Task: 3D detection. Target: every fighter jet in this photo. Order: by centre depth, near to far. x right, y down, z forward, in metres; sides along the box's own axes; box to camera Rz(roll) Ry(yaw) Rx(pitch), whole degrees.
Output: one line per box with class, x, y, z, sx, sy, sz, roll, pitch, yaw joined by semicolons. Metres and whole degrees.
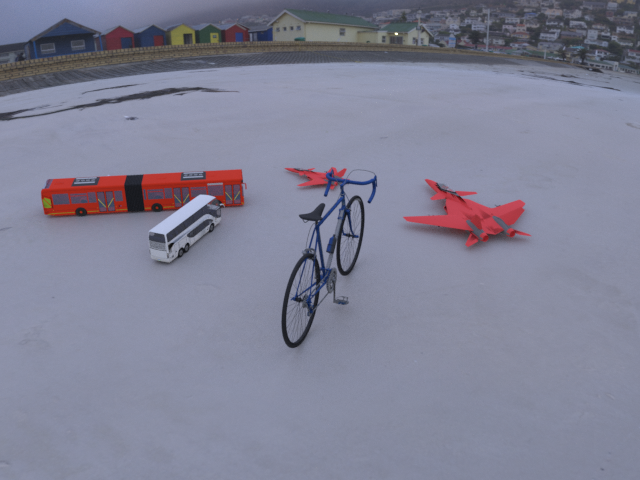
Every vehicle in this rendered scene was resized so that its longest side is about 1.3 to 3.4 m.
fighter jet;2.382;-0.713;11.884;2.229;0.557;2.640;-9;28;-16
fighter jet;-0.147;-1.299;13.320;1.358;0.286;1.147;18;32;31

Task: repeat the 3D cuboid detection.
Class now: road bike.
road bike;0.113;0.113;9.076;0.696;1.656;3.004;10;29;18

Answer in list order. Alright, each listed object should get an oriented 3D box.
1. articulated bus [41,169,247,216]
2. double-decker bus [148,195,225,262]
articulated bus;-2.984;-0.820;12.087;3.401;0.561;0.605;-4;27;-7
double-decker bus;-2.068;-0.219;10.941;0.389;0.541;1.672;11;29;20
